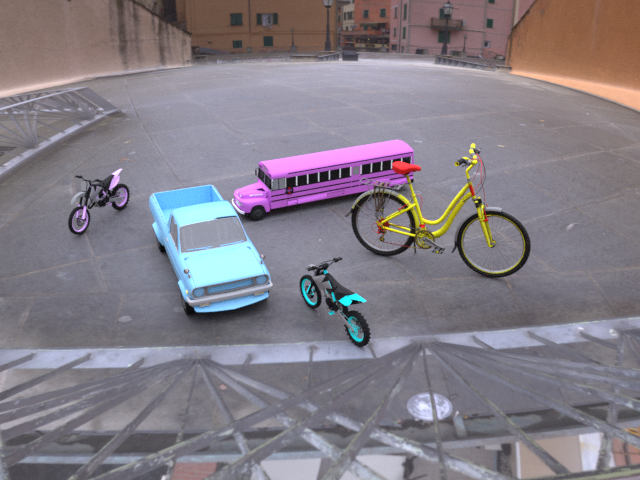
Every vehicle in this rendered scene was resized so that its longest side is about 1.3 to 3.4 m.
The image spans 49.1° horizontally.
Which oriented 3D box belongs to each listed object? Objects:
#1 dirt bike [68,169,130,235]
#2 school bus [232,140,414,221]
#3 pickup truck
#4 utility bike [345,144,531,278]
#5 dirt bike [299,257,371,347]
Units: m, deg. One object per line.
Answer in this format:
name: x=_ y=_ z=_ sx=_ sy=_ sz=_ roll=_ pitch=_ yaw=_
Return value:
dirt bike: x=-3.664 y=-0.698 z=11.612 sx=0.527 sy=0.857 sz=1.493 roll=12 pitch=30 yaw=21
school bus: x=0.073 y=-1.096 z=12.375 sx=3.322 sy=0.844 sz=0.709 roll=-12 pitch=30 yaw=-21
pickup truck: x=-1.695 y=-0.056 z=10.258 sx=1.244 sy=0.993 sz=3.117 roll=-11 pitch=30 yaw=-19
utility bike: x=1.708 y=-0.500 z=10.192 sx=2.791 sy=1.839 sz=1.039 roll=12 pitch=30 yaw=21
dirt bike: x=0.158 y=0.726 z=8.931 sx=0.527 sy=0.857 sz=1.493 roll=-18 pitch=33 yaw=-30
